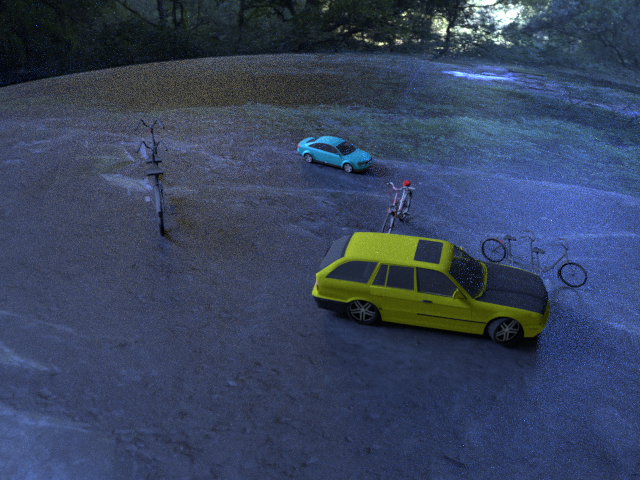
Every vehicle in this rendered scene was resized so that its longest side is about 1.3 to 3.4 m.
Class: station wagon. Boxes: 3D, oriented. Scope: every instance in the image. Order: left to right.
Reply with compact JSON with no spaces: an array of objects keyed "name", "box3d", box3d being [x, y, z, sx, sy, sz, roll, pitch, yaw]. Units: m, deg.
[{"name":"station wagon","box3d":[1.495,0.546,9.386,3.105,0.920,1.327,7,30,12]}]

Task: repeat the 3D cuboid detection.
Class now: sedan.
[{"name":"sedan","box3d":[0.304,-1.763,13.985,1.613,0.483,0.635,17,33,28]}]

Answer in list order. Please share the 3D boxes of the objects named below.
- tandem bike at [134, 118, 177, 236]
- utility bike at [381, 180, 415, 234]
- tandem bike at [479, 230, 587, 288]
[{"name":"tandem bike","box3d":[-2.862,-1.224,12.149,0.550,1.326,3.192,-7,30,-12]},{"name":"utility bike","box3d":[1.313,-0.563,11.352,0.535,0.946,1.435,13,32,22]},{"name":"tandem bike","box3d":[3.110,0.202,10.249,1.642,0.682,0.283,19,34,31]}]
